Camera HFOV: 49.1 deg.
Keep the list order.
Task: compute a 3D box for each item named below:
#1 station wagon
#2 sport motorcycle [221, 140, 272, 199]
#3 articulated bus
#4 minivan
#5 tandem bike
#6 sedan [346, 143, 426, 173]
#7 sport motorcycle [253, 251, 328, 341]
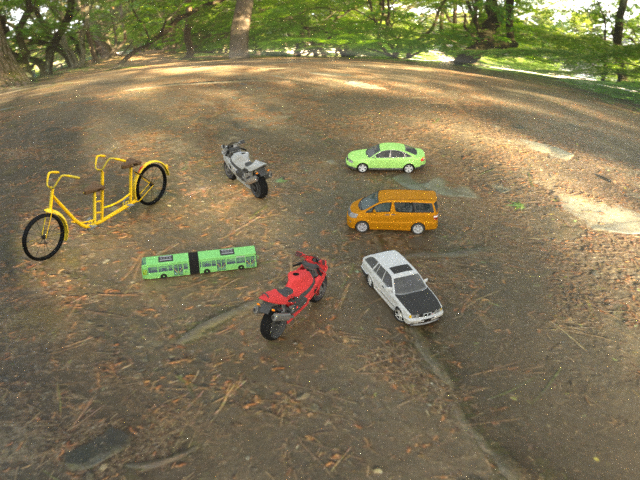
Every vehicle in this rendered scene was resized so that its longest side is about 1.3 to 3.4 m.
[{"bbox_3d":[1.162,0.626,10.021,0.682,0.473,1.597,-11,31,-19],"label":"station wagon"},{"bbox_3d":[-1.420,-1.344,13.200,0.506,0.821,1.520,-20,35,-31],"label":"sport motorcycle"},{"bbox_3d":[-1.829,0.344,10.718,1.749,0.289,0.311,-6,30,-11],"label":"articulated bus"},{"bbox_3d":[1.232,-0.511,11.917,1.548,0.616,0.681,2,29,4],"label":"minivan"},{"bbox_3d":[-3.649,-0.774,11.659,0.550,1.326,3.192,17,33,28],"label":"tandem bike"},{"bbox_3d":[1.330,-1.692,14.173,1.613,0.483,0.635,1,29,1],"label":"sedan"},{"bbox_3d":[-0.336,0.733,9.472,0.506,0.821,1.520,17,34,28],"label":"sport motorcycle"}]
